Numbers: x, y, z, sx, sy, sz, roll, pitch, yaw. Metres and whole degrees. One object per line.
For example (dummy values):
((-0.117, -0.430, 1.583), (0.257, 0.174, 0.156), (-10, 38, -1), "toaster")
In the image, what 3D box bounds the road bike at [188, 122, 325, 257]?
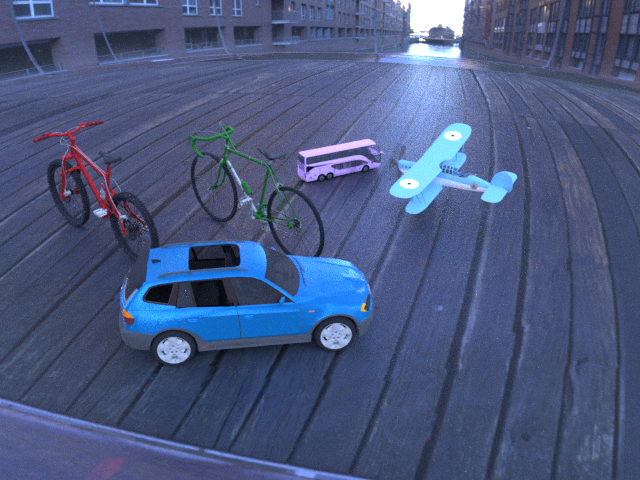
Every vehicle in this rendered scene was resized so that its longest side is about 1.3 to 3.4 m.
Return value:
((-1.021, -0.740, 10.409), (3.004, 1.656, 0.696), (25, 38, 38), "road bike")

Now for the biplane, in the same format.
((2.149, -1.036, 11.645), (2.120, 0.981, 2.598), (17, 33, 28), "biplane")

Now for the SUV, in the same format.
((-0.877, 0.634, 8.468), (3.058, 1.128, 1.276), (-4, 29, -7), "SUV")

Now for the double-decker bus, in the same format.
((0.388, -1.472, 12.889), (1.672, 0.541, 0.389), (-14, 32, -24), "double-decker bus")

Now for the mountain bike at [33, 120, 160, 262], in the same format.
((-3.299, -0.717, 10.336), (2.857, 1.688, 1.114), (24, 37, 36), "mountain bike")
